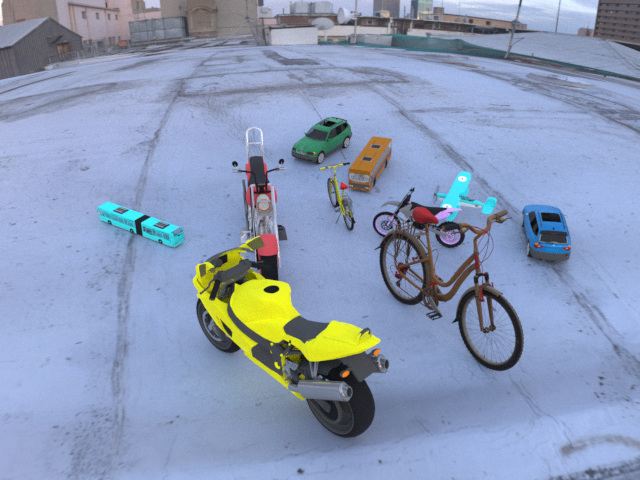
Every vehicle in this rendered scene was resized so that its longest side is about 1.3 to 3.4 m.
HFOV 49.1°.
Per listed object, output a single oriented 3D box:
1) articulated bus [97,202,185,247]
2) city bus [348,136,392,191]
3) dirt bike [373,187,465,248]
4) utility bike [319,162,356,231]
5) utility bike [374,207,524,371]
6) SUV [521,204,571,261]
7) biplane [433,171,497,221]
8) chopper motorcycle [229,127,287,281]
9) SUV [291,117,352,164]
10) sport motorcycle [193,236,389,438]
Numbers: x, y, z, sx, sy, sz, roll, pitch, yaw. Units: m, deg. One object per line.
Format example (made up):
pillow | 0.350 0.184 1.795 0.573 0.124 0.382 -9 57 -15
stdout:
articulated bus | -2.980 -0.268 11.581 1.749 0.289 0.311 18 35 28
city bus | 0.979 -1.462 13.443 0.476 0.460 1.674 10 32 16
dirt bike | 1.570 -0.329 11.125 1.493 0.857 0.527 9 32 15
utility bike | 0.296 -0.777 11.798 0.535 0.946 1.435 -8 32 -14
utility bike | 1.673 0.348 9.006 1.039 1.839 2.791 -18 35 -28
SUV | 3.624 -0.209 11.194 0.656 0.580 1.572 5 31 8
biplane | 2.472 -0.661 12.036 1.090 0.504 1.336 14 33 22
chopper motorcycle | -0.922 -0.576 10.932 0.906 1.480 3.040 -4 31 -7
SUV | 0.051 -2.074 14.364 0.656 0.580 1.572 19 35 29
sport motorcycle | -0.493 1.076 8.008 2.955 1.596 0.983 26 39 37
